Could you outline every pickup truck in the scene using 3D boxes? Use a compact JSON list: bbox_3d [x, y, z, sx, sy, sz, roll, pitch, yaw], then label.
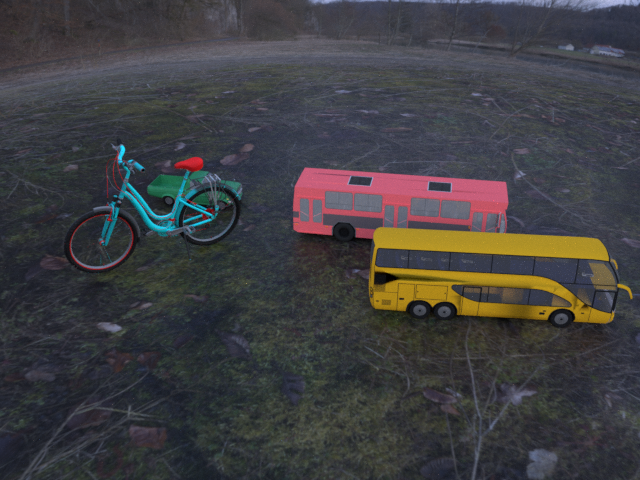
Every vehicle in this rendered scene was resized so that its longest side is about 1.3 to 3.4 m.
[{"bbox_3d":[-2.181,-0.914,12.236,1.603,0.511,0.640,6,29,10],"label":"pickup truck"}]

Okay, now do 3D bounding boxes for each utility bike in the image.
[{"bbox_3d":[-2.290,-0.493,10.049,2.791,1.839,1.039,-16,32,-27],"label":"utility bike"}]

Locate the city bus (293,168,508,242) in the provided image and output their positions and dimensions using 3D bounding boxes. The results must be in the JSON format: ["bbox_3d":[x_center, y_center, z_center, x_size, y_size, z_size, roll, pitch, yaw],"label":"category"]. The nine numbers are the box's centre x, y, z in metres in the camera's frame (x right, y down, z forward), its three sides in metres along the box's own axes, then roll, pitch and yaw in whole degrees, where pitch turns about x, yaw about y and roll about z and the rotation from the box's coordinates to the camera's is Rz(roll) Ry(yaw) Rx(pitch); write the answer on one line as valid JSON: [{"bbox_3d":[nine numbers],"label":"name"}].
[{"bbox_3d":[1.246,-0.473,11.009,3.255,0.894,0.926,5,29,9],"label":"city bus"}]

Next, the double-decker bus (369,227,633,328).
[{"bbox_3d":[2.269,0.468,9.091,3.251,1.052,0.756,3,28,6],"label":"double-decker bus"}]
